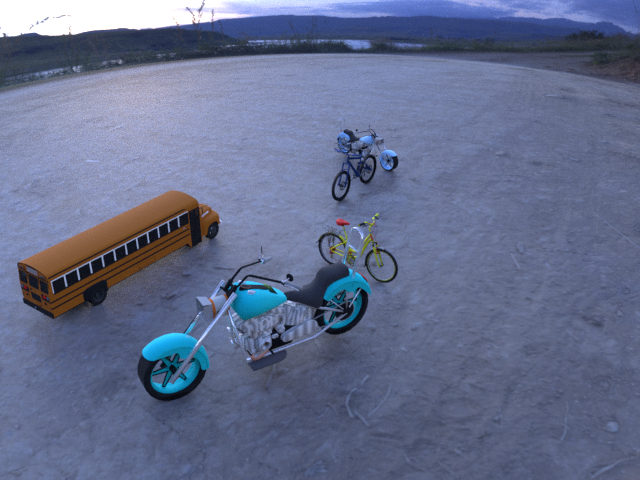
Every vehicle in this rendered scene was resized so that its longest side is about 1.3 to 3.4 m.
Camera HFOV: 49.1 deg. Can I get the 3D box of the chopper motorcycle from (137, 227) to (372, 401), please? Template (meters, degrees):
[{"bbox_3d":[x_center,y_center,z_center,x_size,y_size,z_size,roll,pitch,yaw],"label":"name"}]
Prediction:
[{"bbox_3d":[-0.696,0.840,8.300,3.040,1.480,0.906,-16,33,-27],"label":"chopper motorcycle"}]

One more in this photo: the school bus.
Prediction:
[{"bbox_3d":[-2.779,0.062,10.347,0.709,0.844,3.322,19,34,30],"label":"school bus"}]

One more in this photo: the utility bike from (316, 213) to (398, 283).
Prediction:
[{"bbox_3d":[0.553,0.044,10.274,1.435,0.946,0.535,19,34,30],"label":"utility bike"}]

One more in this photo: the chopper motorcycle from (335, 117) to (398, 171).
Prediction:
[{"bbox_3d":[0.932,-1.919,13.983,0.466,0.761,1.563,-26,38,-38],"label":"chopper motorcycle"}]

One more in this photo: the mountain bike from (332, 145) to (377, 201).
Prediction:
[{"bbox_3d":[0.637,-1.284,12.734,0.573,0.868,1.469,19,34,30],"label":"mountain bike"}]
